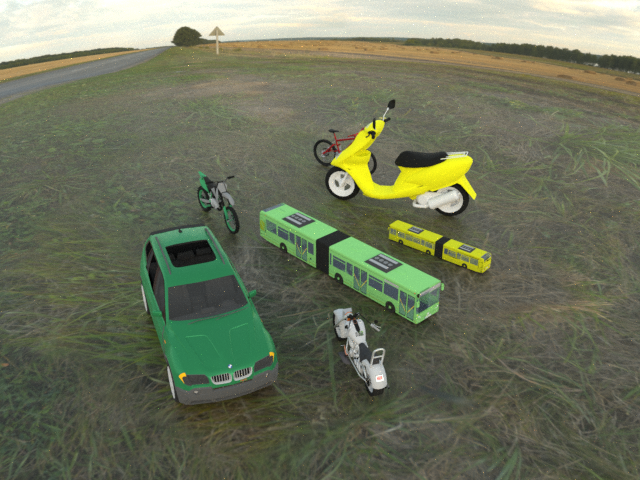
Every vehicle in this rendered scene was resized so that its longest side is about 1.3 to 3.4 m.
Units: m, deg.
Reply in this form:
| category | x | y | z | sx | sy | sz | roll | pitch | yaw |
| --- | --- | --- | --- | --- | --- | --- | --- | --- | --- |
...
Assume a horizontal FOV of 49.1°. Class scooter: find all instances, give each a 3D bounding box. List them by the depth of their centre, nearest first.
| category | x | y | z | sx | sy | sz | roll | pitch | yaw |
| --- | --- | --- | --- | --- | --- | --- | --- | --- | --- |
| scooter | 1.376 | -1.368 | 12.112 | 2.721 | 1.786 | 1.288 | 10 | 30 | 17 |

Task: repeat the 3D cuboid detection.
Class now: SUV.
| category | x | y | z | sx | sy | sz | roll | pitch | yaw |
| --- | --- | --- | --- | --- | --- | --- | --- | --- | --- |
| SUV | -1.507 | 0.794 | 8.826 | 1.276 | 1.128 | 3.058 | -11 | 30 | -19 |

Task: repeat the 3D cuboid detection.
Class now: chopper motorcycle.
| category | x | y | z | sx | sy | sz | roll | pitch | yaw |
| --- | --- | --- | --- | --- | --- | --- | --- | --- | --- |
| chopper motorcycle | 0.452 | 1.207 | 8.451 | 0.466 | 0.761 | 1.563 | -8 | 30 | -15 |

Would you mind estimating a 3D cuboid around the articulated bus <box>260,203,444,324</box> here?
| category | x | y | z | sx | sy | sz | roll | pitch | yaw |
| --- | --- | --- | --- | --- | --- | --- | --- | --- | --- |
| articulated bus | 0.335 | 0.262 | 10.399 | 0.605 | 0.561 | 3.401 | -24 | 36 | -37 |

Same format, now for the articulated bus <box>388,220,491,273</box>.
| category | x | y | z | sx | sy | sz | roll | pitch | yaw |
| --- | --- | --- | --- | --- | --- | --- | --- | --- | --- |
| articulated bus | 1.846 | 0.087 | 11.005 | 1.749 | 0.289 | 0.311 | 22 | 36 | 35 |

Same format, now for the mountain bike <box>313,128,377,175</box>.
| category | x | y | z | sx | sy | sz | roll | pitch | yaw |
| --- | --- | --- | --- | --- | --- | --- | --- | --- | --- |
| mountain bike | 0.482 | -1.775 | 13.822 | 1.469 | 0.868 | 0.573 | 18 | 33 | 29 |

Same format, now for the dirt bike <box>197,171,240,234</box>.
| category | x | y | z | sx | sy | sz | roll | pitch | yaw |
| --- | --- | --- | --- | --- | --- | --- | --- | --- | --- |
| dirt bike | -1.739 | -0.698 | 11.853 | 0.527 | 0.857 | 1.493 | -18 | 33 | -29 |
